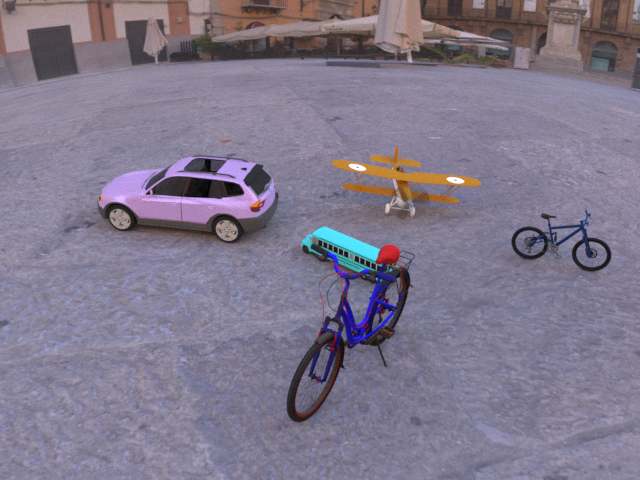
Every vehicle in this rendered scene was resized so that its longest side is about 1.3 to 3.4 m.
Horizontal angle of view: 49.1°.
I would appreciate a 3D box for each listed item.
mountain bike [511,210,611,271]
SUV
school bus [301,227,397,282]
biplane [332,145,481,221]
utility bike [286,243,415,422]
[{"bbox_3d":[3.680,-0.001,10.652,1.469,0.868,0.573,12,31,20],"label":"mountain bike"},{"bbox_3d":[-2.239,-0.805,11.852,3.058,1.128,1.276,6,29,11],"label":"SUV"},{"bbox_3d":[0.407,0.194,10.748,1.708,0.434,0.365,23,36,36],"label":"school bus"},{"bbox_3d":[1.487,-1.062,12.477,2.598,0.981,2.120,-1,29,-2],"label":"biplane"},{"bbox_3d":[0.527,0.848,8.086,1.039,1.839,2.791,18,33,29],"label":"utility bike"}]
